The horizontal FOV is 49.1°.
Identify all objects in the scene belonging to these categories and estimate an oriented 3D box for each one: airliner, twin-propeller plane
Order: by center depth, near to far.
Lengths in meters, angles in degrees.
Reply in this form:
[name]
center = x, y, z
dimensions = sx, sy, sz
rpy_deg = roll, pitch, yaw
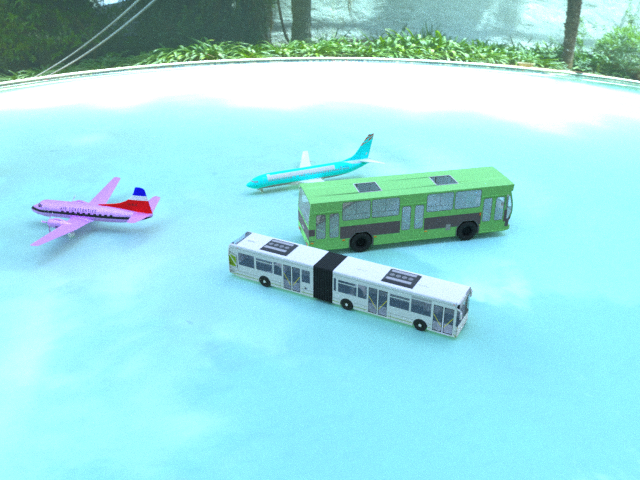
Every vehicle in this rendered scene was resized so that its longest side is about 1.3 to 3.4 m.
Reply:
[twin-propeller plane]
center = -3.665, -0.544, 11.157
dimensions = 2.129, 0.792, 2.663
rpy_deg = 6, 28, 11
[airliner]
center = -0.135, -1.396, 12.760
dimensions = 2.541, 0.835, 2.257
rpy_deg = -10, 29, -19

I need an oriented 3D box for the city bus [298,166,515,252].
[city bus]
center = 1.326, -0.466, 10.894
dimensions = 3.255, 0.894, 0.926
rpy_deg = -6, 28, -12

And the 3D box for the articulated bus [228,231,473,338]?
[articulated bus]
center = 0.314, 0.542, 9.302
dimensions = 3.401, 0.561, 0.605
rpy_deg = 14, 30, 25
